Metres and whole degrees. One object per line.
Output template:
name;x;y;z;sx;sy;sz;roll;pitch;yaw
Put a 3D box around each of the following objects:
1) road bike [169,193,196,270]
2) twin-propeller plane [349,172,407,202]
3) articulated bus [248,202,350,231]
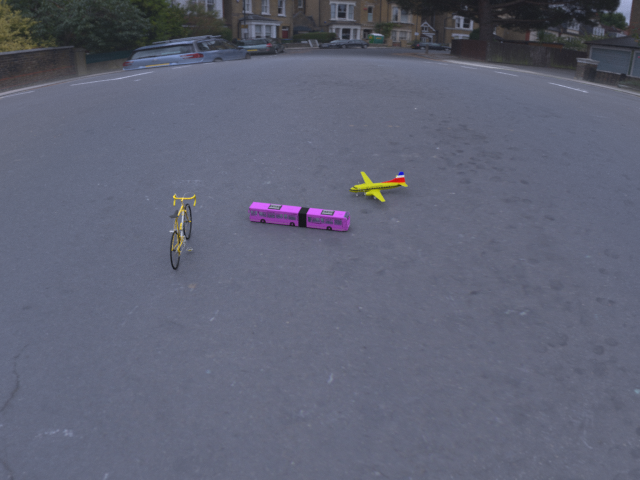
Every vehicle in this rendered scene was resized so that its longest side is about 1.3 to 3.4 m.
road bike;-2.188;-0.184;11.007;0.358;0.852;1.545;1;29;1
twin-propeller plane;1.069;-1.041;13.027;1.095;0.407;1.370;-6;29;-12
articulated bus;-0.366;-0.403;11.989;1.749;0.289;0.311;7;29;12
